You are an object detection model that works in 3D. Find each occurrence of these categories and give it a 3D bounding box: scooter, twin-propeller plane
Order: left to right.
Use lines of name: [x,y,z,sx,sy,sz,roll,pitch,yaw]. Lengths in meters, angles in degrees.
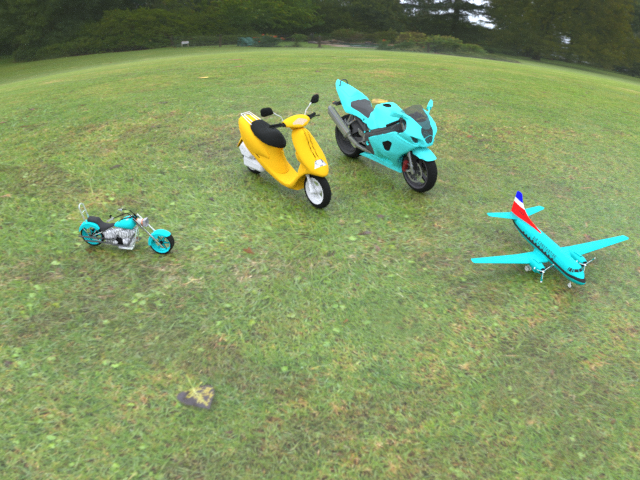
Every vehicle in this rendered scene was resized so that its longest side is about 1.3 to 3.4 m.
scooter: [-0.706,-1.761,12.818,1.288,1.786,2.721,-23,37,-34]
twin-propeller plane: [3.471,-0.009,10.765,2.663,0.792,2.129,-8,31,-13]

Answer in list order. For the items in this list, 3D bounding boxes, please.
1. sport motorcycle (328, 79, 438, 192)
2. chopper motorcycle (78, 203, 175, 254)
sport motorcycle: [1.222,-2.048,13.508,0.983,1.596,2.955,-20,35,-30]
chopper motorcycle: [-3.090,-0.181,11.096,1.563,0.761,0.466,5,30,9]
